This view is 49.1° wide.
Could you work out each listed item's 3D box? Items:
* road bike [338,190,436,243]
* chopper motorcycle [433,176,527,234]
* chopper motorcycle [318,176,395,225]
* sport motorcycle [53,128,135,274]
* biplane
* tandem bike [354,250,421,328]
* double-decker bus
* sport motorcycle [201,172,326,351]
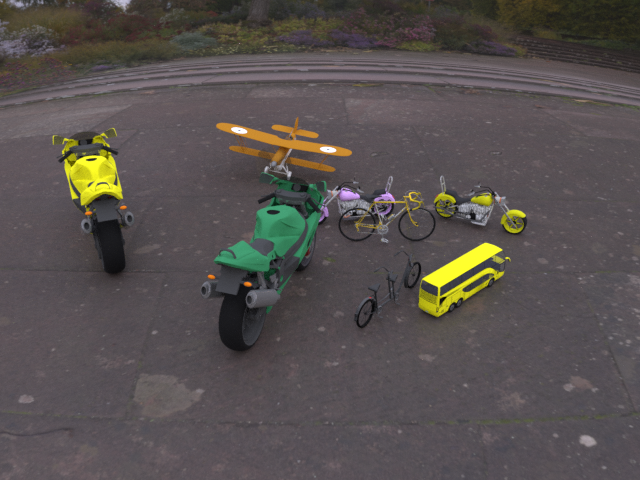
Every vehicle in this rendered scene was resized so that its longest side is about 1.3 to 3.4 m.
[{"bbox_3d":[1.066,-0.357,11.065,1.545,0.852,0.358,0,28,0],"label":"road bike"},{"bbox_3d":[2.648,-0.580,11.572,1.563,0.761,0.466,14,31,23],"label":"chopper motorcycle"},{"bbox_3d":[0.505,-0.663,11.726,1.563,0.761,0.466,-5,29,-10],"label":"chopper motorcycle"},{"bbox_3d":[-3.455,-0.681,10.881,0.983,1.596,2.955,-11,30,-20],"label":"sport motorcycle"},{"bbox_3d":[-0.625,-1.801,13.596,2.598,0.981,2.120,5,29,9],"label":"biplane"},{"bbox_3d":[0.946,0.611,9.456,0.283,0.682,1.642,20,34,33],"label":"tandem bike"},{"bbox_3d":[2.024,0.522,9.770,1.672,0.541,0.389,-25,37,-37],"label":"double-decker bus"},{"bbox_3d":[-0.623,0.184,9.285,0.983,1.596,2.955,10,30,17],"label":"sport motorcycle"}]
